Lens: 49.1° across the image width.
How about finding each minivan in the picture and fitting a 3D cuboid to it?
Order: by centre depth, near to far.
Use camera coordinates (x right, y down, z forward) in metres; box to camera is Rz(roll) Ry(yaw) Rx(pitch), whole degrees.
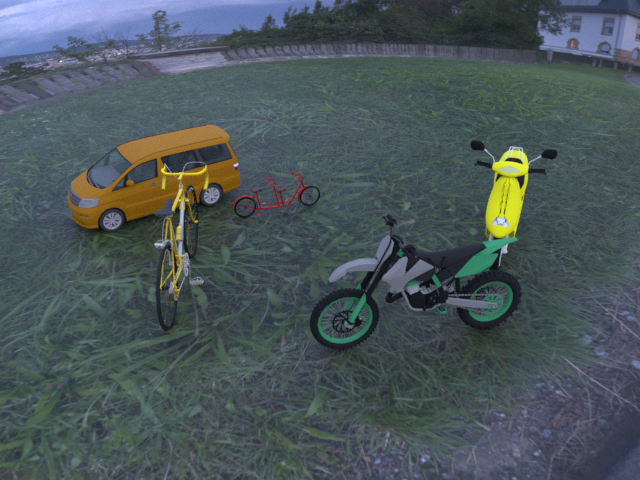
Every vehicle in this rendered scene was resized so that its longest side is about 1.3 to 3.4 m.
[{"bbox_3d":[-2.962,-1.150,12.443,3.011,1.197,1.324,-17,34,-27],"label":"minivan"}]

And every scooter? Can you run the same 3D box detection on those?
[{"bbox_3d":[3.023,-0.810,11.263,1.288,1.786,2.721,9,31,16],"label":"scooter"}]

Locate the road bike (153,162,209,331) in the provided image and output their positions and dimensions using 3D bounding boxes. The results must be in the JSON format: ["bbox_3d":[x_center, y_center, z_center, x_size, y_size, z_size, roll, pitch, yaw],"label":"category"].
[{"bbox_3d":[-2.034,-0.037,10.053,0.696,1.656,3.004,0,30,0],"label":"road bike"}]

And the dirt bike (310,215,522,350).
[{"bbox_3d":[1.289,0.592,8.952,2.903,1.666,1.024,-7,31,-11],"label":"dirt bike"}]

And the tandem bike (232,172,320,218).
[{"bbox_3d":[-0.762,-0.801,12.353,1.642,0.682,0.283,-11,32,-18],"label":"tandem bike"}]
